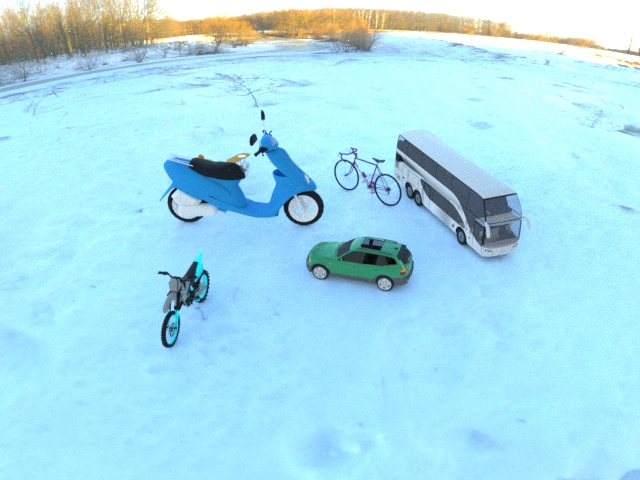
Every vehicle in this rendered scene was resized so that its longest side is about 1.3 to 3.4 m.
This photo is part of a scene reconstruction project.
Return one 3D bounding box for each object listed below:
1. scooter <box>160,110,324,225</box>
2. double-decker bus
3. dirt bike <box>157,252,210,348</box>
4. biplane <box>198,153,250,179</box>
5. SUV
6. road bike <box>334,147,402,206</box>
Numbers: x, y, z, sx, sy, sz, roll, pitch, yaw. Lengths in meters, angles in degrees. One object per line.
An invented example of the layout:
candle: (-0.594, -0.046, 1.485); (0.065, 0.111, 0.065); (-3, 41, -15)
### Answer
scooter: (-1.291, -1.064, 11.359); (2.721, 1.786, 1.288); (2, 29, 3)
double-decker bus: (2.237, -0.834, 11.699); (0.756, 1.052, 3.251); (-10, 31, -18)
dirt bike: (-1.753, 0.715, 9.146); (0.527, 0.857, 1.493); (7, 30, 11)
biplane: (-1.850, -1.399, 13.262); (1.090, 0.504, 1.336); (13, 32, 22)
SUV: (0.581, 0.270, 10.219); (1.572, 0.580, 0.656); (9, 31, 16)
road bike: (0.834, -1.141, 12.449); (1.545, 0.852, 0.358); (24, 37, 36)
